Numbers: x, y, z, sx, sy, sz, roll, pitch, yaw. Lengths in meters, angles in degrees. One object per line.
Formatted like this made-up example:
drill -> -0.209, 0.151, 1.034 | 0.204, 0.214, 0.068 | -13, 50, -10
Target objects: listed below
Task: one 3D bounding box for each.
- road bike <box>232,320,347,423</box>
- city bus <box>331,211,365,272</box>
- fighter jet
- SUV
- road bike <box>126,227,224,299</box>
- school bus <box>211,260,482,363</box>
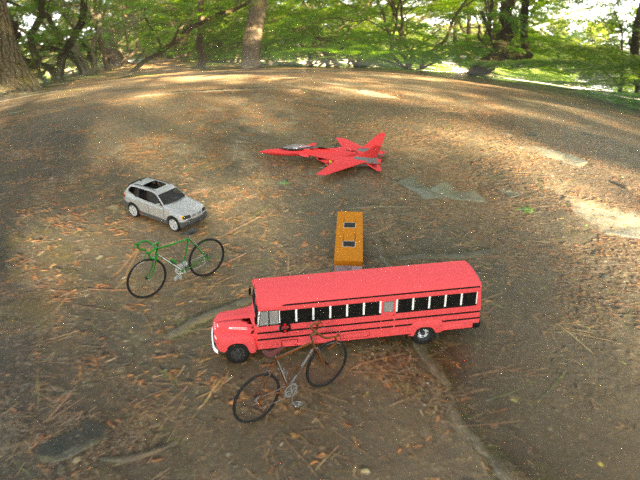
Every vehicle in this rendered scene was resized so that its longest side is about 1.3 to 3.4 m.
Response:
road bike -> -0.294, 1.420, 7.578 | 1.545, 0.852, 0.358 | -20, 33, -34
city bus -> 0.438, 0.121, 10.545 | 0.476, 0.460, 1.674 | 1, 27, 3
fighter jet -> 0.020, -1.883, 14.354 | 2.640, 0.557, 2.229 | 5, 28, 10
SUV -> -2.652, -0.645, 11.909 | 1.572, 0.580, 0.656 | 18, 32, 31
road bike -> -2.007, 0.278, 9.808 | 1.545, 0.852, 0.358 | -20, 33, -34
school bus -> 0.313, 0.854, 8.691 | 3.322, 0.844, 0.709 | -5, 27, -9
